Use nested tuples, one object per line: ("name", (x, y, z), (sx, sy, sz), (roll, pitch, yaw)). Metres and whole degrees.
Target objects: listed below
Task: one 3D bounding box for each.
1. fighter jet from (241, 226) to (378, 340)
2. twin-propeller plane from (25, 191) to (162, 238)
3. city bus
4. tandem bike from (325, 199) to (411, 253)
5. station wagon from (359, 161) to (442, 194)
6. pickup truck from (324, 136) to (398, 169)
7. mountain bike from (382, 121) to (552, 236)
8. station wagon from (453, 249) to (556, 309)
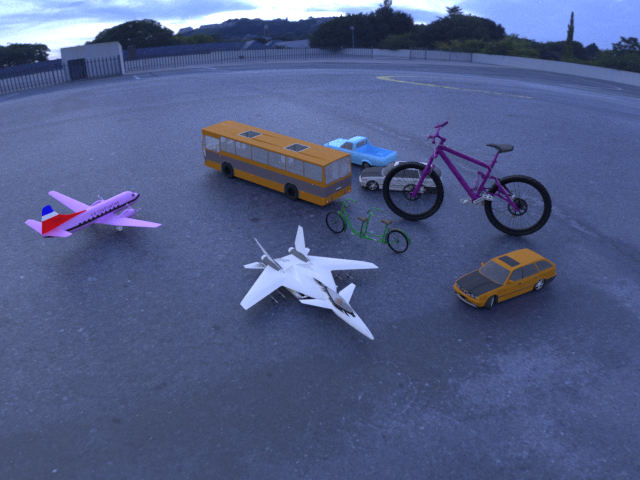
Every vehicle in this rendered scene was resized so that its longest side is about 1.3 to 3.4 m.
("fighter jet", (-0.002, 0.608, 9.901), (2.229, 0.557, 2.640), (-16, 31, -28))
("twin-propeller plane", (-3.838, -0.528, 11.852), (2.663, 0.792, 2.129), (16, 31, 28))
("city bus", (-0.910, -1.515, 13.657), (3.255, 0.894, 0.926), (21, 34, 35))
("tandem bike", (0.764, -0.254, 11.439), (1.642, 0.682, 0.283), (18, 32, 31))
("station wagon", (1.564, -1.254, 13.609), (1.597, 0.473, 0.682), (4, 28, 8))
("pickup truck", (0.835, -1.881, 14.788), (1.603, 0.511, 0.640), (20, 33, 34))
("mountain bike", (2.443, -0.973, 11.738), (2.857, 1.688, 1.114), (9, 29, 18))
("station wagon", (2.691, 0.516, 10.171), (1.597, 0.473, 0.682), (-15, 31, -27))
